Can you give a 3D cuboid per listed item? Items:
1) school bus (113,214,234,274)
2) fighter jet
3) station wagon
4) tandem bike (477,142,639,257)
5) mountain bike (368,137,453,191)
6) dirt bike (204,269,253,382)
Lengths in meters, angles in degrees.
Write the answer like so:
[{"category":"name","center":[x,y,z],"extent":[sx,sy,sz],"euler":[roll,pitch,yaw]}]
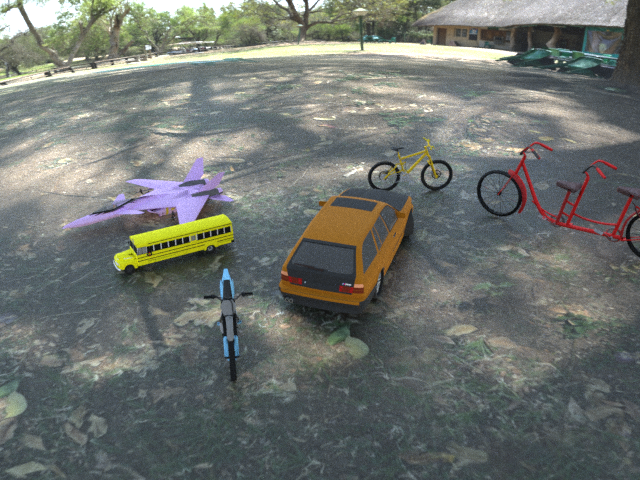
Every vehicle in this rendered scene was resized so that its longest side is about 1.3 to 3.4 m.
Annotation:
[{"category":"school bus","center":[-2.073,0.045,9.928],"extent":[1.708,0.434,0.365],"euler":[-15,31,-27]},{"category":"fighter jet","center":[-2.819,-0.679,11.176],"extent":[2.640,0.557,2.229],"euler":[-18,33,-31]},{"category":"station wagon","center":[0.484,-0.122,9.723],"extent":[1.327,0.920,3.105],"euler":[9,29,17]},{"category":"tandem bike","center":[3.761,-0.615,10.227],"extent":[3.192,1.326,0.550],"euler":[21,34,34]},{"category":"mountain bike","center":[1.545,-1.230,11.891],"extent":[1.469,0.868,0.573],"euler":[-2,28,-4]},{"category":"dirt bike","center":[-1.014,0.882,7.881],"extent":[0.527,0.857,1.493],"euler":[-4,28,-8]}]
